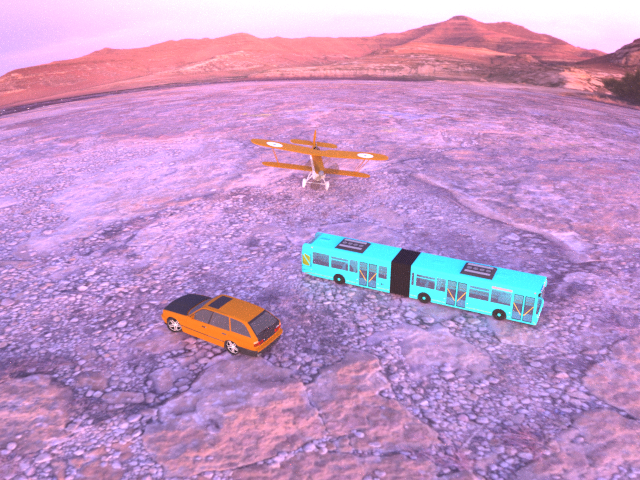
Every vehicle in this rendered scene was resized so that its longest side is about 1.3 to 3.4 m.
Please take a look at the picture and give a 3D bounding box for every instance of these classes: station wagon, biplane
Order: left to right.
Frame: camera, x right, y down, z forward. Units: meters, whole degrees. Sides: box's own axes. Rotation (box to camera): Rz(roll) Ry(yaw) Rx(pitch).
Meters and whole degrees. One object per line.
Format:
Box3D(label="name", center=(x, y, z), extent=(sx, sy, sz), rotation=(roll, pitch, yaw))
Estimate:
Box3D(label="station wagon", center=(-1.261, 0.969, 8.774), extent=(1.597, 0.473, 0.682), rotation=(15, 29, 28))
Box3D(label="biplane", center=(-0.017, -1.587, 13.568), extent=(2.598, 0.981, 2.120), rotation=(-2, 25, -4))

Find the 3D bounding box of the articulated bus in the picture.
Box3D(label="articulated bus", center=(1.366, 0.494, 9.672), extent=(3.401, 0.561, 0.605), rotation=(11, 28, 23))
